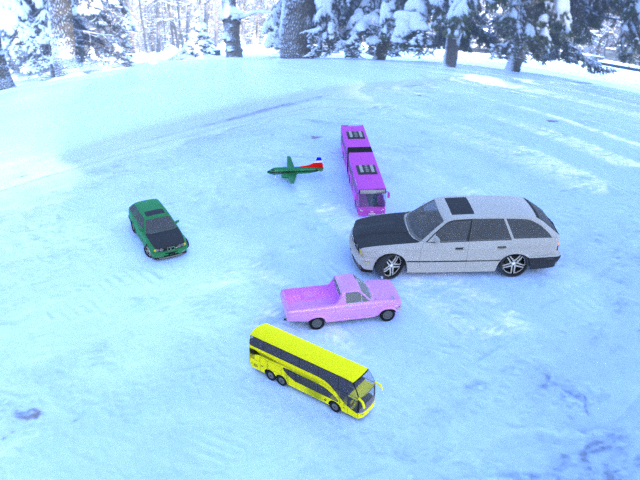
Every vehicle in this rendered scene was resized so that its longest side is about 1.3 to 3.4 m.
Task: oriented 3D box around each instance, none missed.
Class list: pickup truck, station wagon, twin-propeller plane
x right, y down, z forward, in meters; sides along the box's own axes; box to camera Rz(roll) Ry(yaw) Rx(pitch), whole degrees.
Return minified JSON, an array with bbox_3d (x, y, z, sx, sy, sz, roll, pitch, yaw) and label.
[{"bbox_3d":[0.280,0.777,9.366,1.603,0.511,0.640,-5,29,-10],"label":"pickup truck"},{"bbox_3d":[1.992,-0.117,10.587,3.105,0.920,1.327,-1,28,-2],"label":"station wagon"},{"bbox_3d":[-2.625,-0.223,11.254,0.682,0.473,1.597,-14,31,-24],"label":"station wagon"},{"bbox_3d":[-0.476,-1.393,13.485,1.095,0.407,1.370,-2,29,-4],"label":"twin-propeller plane"}]

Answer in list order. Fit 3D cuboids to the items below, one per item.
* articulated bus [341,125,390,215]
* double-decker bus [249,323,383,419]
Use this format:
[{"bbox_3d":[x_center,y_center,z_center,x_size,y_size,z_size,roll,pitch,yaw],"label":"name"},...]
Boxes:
[{"bbox_3d":[0.779,-1.417,13.368,0.605,0.561,3.401,-2,28,-3],"label":"articulated bus"},{"bbox_3d":[-0.092,1.492,8.013,1.672,0.541,0.389,19,34,31],"label":"double-decker bus"}]
